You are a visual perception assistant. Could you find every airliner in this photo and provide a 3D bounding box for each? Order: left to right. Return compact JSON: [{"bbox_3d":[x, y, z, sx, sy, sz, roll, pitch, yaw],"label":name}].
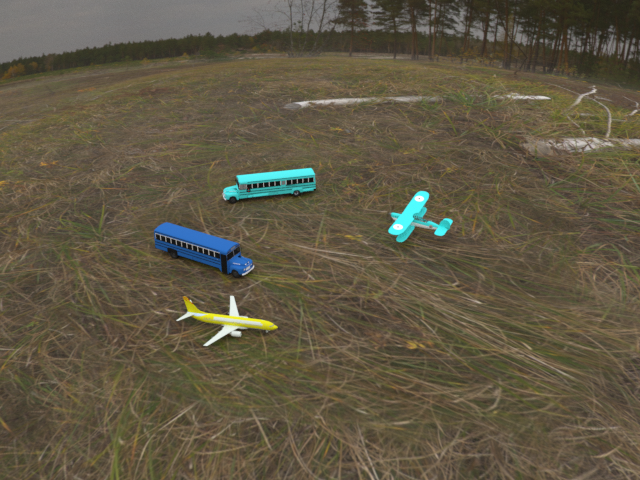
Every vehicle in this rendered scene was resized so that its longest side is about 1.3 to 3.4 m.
[{"bbox_3d":[-1.199,0.991,9.270,1.307,0.429,1.161,5,29,9],"label":"airliner"}]

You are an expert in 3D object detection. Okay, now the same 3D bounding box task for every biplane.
[{"bbox_3d":[1.614,-0.292,11.529,1.090,0.504,1.336,15,32,25],"label":"biplane"}]

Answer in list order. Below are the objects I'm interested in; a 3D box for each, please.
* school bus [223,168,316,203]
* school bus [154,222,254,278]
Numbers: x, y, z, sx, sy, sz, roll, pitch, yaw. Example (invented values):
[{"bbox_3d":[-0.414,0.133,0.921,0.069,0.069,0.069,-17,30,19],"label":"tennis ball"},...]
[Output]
[{"bbox_3d":[-0.940,-1.010,12.910,1.708,0.434,0.365,-7,30,-13],"label":"school bus"},{"bbox_3d":[-1.793,0.147,10.803,1.708,0.434,0.365,15,32,26],"label":"school bus"}]
